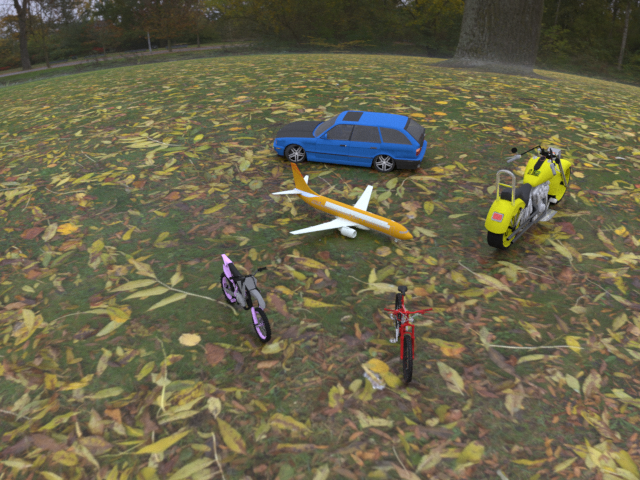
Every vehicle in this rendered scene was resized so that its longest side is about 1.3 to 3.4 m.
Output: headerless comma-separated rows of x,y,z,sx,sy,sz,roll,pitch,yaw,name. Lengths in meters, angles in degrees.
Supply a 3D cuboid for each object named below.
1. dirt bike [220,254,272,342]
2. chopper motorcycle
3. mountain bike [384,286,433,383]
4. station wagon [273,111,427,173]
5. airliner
-1.007,0.711,9.319,0.527,0.857,1.493,-16,33,-26,dirt bike
3.550,-0.908,11.562,0.906,1.480,3.040,20,35,32,chopper motorcycle
1.039,1.060,8.687,0.573,0.868,1.469,0,29,0,mountain bike
0.596,-2.096,14.243,3.105,0.920,1.327,7,30,12,station wagon
0.465,-0.619,11.706,2.541,0.835,2.257,21,35,32,airliner
